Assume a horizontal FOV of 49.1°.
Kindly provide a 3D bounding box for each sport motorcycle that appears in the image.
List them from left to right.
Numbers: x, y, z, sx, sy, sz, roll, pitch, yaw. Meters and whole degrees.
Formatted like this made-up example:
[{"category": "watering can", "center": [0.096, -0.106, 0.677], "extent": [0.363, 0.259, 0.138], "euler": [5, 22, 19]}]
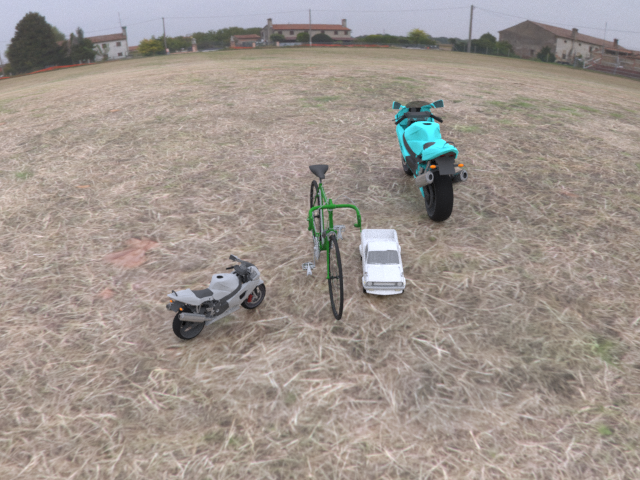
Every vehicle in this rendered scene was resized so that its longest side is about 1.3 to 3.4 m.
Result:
[{"category": "sport motorcycle", "center": [-1.343, 0.765, 9.351], "extent": [1.520, 0.821, 0.506], "euler": [-23, 36, -36]}, {"category": "sport motorcycle", "center": [1.923, -1.531, 12.751], "extent": [0.983, 1.596, 2.955], "euler": [-3, 29, -6]}]

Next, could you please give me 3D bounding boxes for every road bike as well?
[{"category": "road bike", "center": [0.069, -0.148, 10.153], "extent": [0.696, 1.656, 3.004], "euler": [-4, 29, -7]}]

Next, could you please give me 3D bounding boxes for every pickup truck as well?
[{"category": "pickup truck", "center": [0.932, 0.257, 10.606], "extent": [0.640, 0.511, 1.603], "euler": [0, 29, 1]}]
